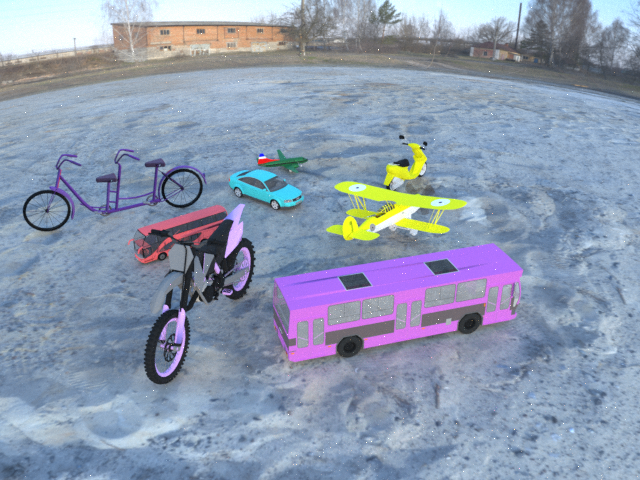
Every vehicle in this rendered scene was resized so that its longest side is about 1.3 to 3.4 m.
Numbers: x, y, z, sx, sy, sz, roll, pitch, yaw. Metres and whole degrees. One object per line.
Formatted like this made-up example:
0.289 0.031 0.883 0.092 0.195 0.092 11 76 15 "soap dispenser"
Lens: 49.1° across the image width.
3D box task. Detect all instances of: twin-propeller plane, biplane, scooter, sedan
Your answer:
-0.765 -1.661 14.533 1.095 0.407 1.370 -10 30 -17 "twin-propeller plane"
1.054 -0.402 11.576 2.598 0.981 2.120 24 36 37 "biplane"
1.709 -1.510 13.710 0.662 0.919 1.399 22 35 35 "scooter"
-1.023 -1.007 13.232 1.613 0.483 0.635 20 34 33 "sedan"

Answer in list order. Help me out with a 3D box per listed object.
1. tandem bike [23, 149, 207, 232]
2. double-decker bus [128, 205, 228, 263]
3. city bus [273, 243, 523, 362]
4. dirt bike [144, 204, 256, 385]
-3.554 -0.964 12.260 3.192 1.326 0.550 -12 30 -21 "tandem bike"
-2.281 -0.095 11.469 1.672 0.541 0.389 -20 34 -33 "double-decker bus"
1.044 0.834 9.360 3.255 0.894 0.926 -8 29 -15 "city bus"
-1.496 0.527 9.116 1.024 1.666 2.903 9 30 17 "dirt bike"
